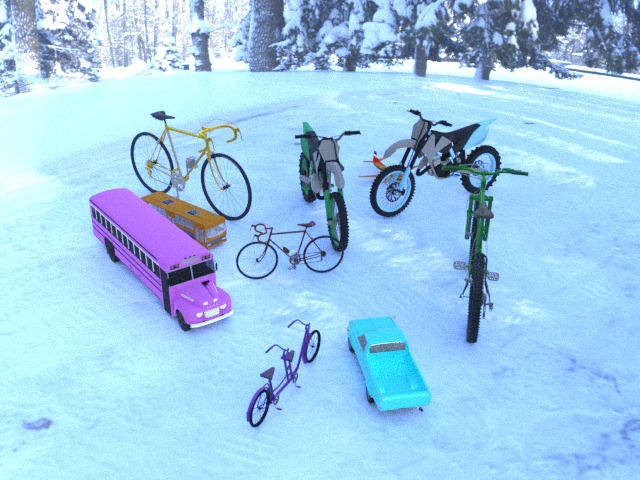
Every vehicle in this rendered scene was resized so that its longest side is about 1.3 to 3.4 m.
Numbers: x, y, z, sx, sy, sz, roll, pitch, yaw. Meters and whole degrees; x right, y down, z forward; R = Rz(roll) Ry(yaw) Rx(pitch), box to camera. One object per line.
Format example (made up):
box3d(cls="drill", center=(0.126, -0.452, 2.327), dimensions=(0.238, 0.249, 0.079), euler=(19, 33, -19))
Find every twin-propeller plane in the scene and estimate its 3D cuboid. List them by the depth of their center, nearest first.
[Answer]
box3d(cls="twin-propeller plane", center=(1.288, -1.381, 13.424), dimensions=(1.370, 0.407, 1.095), euler=(-12, 29, -24))

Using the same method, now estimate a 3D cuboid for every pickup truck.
box3d(cls="pickup truck", center=(0.740, 1.314, 7.835), dimensions=(0.640, 0.511, 1.603), euler=(-4, 27, -9))

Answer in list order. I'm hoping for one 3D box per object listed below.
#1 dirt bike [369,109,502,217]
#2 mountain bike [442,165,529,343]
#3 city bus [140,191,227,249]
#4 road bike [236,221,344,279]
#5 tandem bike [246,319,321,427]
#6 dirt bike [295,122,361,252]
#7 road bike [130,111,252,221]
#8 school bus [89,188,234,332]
box3d(cls="dirt bike", center=(2.065, -1.371, 11.979), dimensions=(2.903, 1.666, 1.024), euler=(-15, 30, -28))
box3d(cls="mountain bike", center=(2.054, 0.045, 9.080), dimensions=(1.114, 1.688, 2.857), euler=(5, 27, 10))
box3d(cls="city bus", center=(-2.204, -0.313, 11.195), dimensions=(1.674, 0.460, 0.476), euler=(21, 33, 36))
box3d(cls="road bike", center=(-0.415, 0.132, 9.848), dimensions=(1.545, 0.852, 0.358), euler=(-5, 27, -10))
box3d(cls="tandem bike", center=(-0.362, 1.357, 7.555), dimensions=(0.283, 0.682, 1.642), euler=(12, 29, 23))
box3d(cls="dirt bike", center=(0.044, -1.032, 11.289), dimensions=(1.024, 1.666, 2.903), euler=(-6, 27, -12))
box3d(cls="road bike", center=(-2.282, -1.340, 11.926), dimensions=(3.004, 1.656, 0.697), euler=(19, 32, 33))
box3d(cls="school bus", center=(-2.282, 0.184, 9.751), dimensions=(0.709, 0.844, 3.322), euler=(-18, 31, -32))
